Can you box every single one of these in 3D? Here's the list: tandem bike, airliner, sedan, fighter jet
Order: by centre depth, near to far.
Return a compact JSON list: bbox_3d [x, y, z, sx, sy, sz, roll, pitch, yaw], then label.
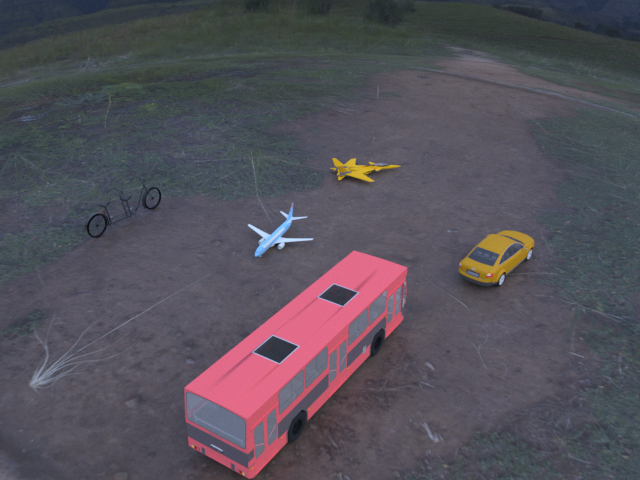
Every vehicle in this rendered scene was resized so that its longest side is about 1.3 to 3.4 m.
[{"bbox_3d":[2.641,0.183,10.340,0.635,0.483,1.613,22,36,34],"label":"sedan"},{"bbox_3d":[-0.699,-0.149,10.995,1.161,0.429,1.307,13,31,22],"label":"airliner"},{"bbox_3d":[-3.231,-0.588,11.527,0.283,0.682,1.642,18,34,29],"label":"tandem bike"},{"bbox_3d":[0.921,-1.427,13.451,1.358,0.286,1.147,-8,30,-13],"label":"fighter jet"}]

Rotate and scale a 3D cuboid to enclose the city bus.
[{"bbox_3d":[-0.112,1.272,7.949,0.926,0.894,3.255,18,34,29],"label":"city bus"}]
